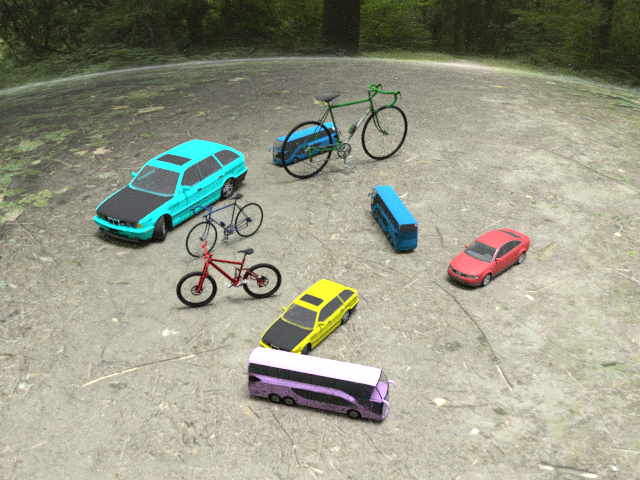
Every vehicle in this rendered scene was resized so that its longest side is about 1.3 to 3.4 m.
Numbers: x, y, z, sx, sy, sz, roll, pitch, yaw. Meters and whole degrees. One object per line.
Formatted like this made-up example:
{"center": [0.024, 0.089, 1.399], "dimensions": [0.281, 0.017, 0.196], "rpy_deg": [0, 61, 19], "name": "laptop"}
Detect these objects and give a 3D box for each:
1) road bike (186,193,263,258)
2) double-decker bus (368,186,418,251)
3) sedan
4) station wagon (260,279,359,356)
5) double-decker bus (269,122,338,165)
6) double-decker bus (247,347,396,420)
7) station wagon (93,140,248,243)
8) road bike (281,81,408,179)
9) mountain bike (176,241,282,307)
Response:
{"center": [-1.497, -0.278, 11.102], "dimensions": [1.545, 0.852, 0.358], "rpy_deg": [-25, 37, -38], "name": "road bike"}
{"center": [1.210, -0.405, 11.660], "dimensions": [0.389, 0.541, 1.672], "rpy_deg": [-6, 29, -10], "name": "double-decker bus"}
{"center": [2.570, 0.202, 10.606], "dimensions": [1.613, 0.483, 0.635], "rpy_deg": [-25, 37, -38], "name": "sedan"}
{"center": [-0.126, 0.992, 9.162], "dimensions": [0.682, 0.473, 1.597], "rpy_deg": [18, 33, 29], "name": "station wagon"}
{"center": [-0.304, -2.001, 14.595], "dimensions": [1.672, 0.541, 0.389], "rpy_deg": [-24, 37, -37], "name": "double-decker bus"}
{"center": [0.003, 1.629, 7.921], "dimensions": [1.672, 0.541, 0.389], "rpy_deg": [8, 30, 14], "name": "double-decker bus"}
{"center": [-2.573, -0.975, 12.312], "dimensions": [1.327, 0.920, 3.105], "rpy_deg": [15, 32, 25], "name": "station wagon"}
{"center": [0.540, -2.173, 13.744], "dimensions": [3.004, 1.656, 0.696], "rpy_deg": [-16, 33, -28], "name": "road bike"}
{"center": [-1.256, 0.491, 9.671], "dimensions": [1.469, 0.868, 0.573], "rpy_deg": [-7, 29, -12], "name": "mountain bike"}
